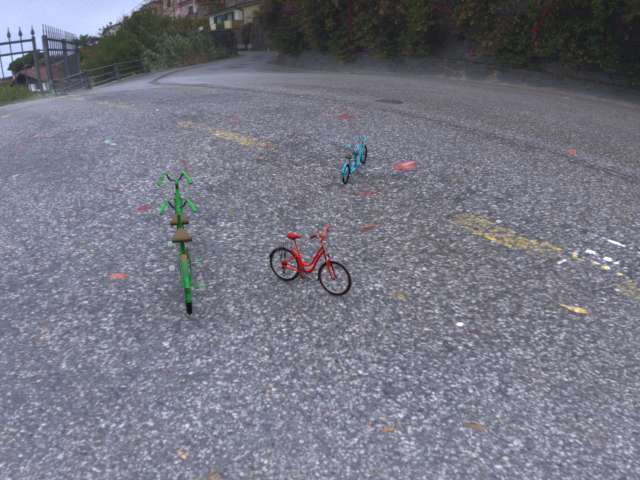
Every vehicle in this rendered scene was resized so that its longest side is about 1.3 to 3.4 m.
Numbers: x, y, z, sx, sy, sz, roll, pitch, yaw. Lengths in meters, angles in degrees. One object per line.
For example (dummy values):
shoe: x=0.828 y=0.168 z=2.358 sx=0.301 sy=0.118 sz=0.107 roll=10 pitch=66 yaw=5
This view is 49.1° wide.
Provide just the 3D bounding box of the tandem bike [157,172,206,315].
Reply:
tandem bike: x=-2.063 y=-0.112 z=10.379 sx=0.550 sy=1.326 sz=3.192 roll=-6 pitch=27 yaw=-11

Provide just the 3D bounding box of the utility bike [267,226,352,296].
utility bike: x=-0.149 y=0.238 z=10.102 sx=1.435 sy=0.946 sz=0.535 roll=15 pitch=30 yaw=27

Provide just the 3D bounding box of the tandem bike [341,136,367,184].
tandem bike: x=0.711 y=-1.669 z=14.211 sx=0.283 sy=0.682 sz=1.642 roll=9 pitch=28 yaw=18
